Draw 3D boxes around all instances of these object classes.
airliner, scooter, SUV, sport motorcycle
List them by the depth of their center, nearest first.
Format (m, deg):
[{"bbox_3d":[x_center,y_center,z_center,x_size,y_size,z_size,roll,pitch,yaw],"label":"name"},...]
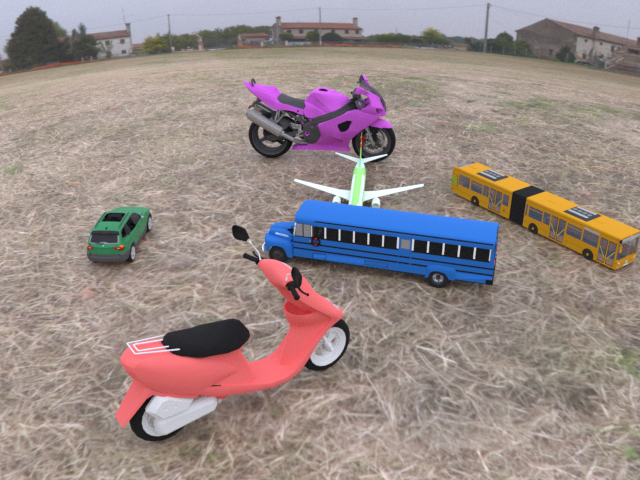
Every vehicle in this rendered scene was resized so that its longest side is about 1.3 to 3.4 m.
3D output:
[{"bbox_3d":[-0.788,0.940,7.087,2.721,1.786,1.288,-18,33,-30],"label":"scooter"},{"bbox_3d":[-3.006,-0.176,10.519,0.656,0.580,1.572,1,28,2],"label":"SUV"},{"bbox_3d":[0.643,-1.037,11.889,2.257,0.835,2.541,3,28,5],"label":"airliner"},{"bbox_3d":[-0.002,-2.313,13.505,2.955,1.596,0.983,3,28,7],"label":"sport motorcycle"}]

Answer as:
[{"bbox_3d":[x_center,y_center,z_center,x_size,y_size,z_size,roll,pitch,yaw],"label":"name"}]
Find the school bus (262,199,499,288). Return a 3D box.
[{"bbox_3d":[0.797,0.014,9.871,3.322,0.844,0.709,8,29,15],"label":"school bus"}]

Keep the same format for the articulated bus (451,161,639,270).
[{"bbox_3d":[3.440,-0.475,11.111,0.605,0.561,3.401,-17,32,-30],"label":"articulated bus"}]
